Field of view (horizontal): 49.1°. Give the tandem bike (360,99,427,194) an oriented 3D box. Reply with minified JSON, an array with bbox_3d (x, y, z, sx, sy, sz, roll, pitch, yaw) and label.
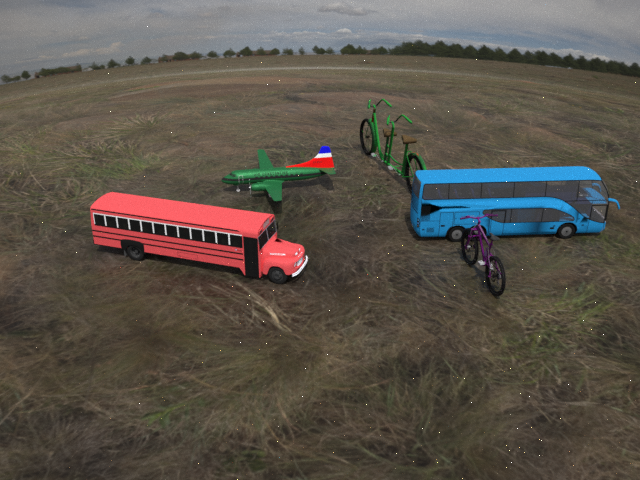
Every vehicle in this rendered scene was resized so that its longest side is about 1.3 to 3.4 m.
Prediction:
[{"bbox_3d":[1.372,-1.891,13.578,0.550,1.326,3.192,-8,28,-16],"label":"tandem bike"}]

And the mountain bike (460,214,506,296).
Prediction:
[{"bbox_3d":[2.333,0.158,10.006,0.573,0.868,1.469,-5,27,-10],"label":"mountain bike"}]

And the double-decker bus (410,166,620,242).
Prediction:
[{"bbox_3d":[3.104,-0.605,11.321,3.251,1.052,0.756,-2,27,-3],"label":"double-decker bus"}]

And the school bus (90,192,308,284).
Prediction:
[{"bbox_3d":[-1.815,-0.069,10.486,3.322,0.844,0.709,8,28,16],"label":"school bus"}]

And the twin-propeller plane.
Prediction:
[{"bbox_3d":[-0.777,-1.317,13.030,2.129,0.792,2.663,-5,27,-10],"label":"twin-propeller plane"}]
